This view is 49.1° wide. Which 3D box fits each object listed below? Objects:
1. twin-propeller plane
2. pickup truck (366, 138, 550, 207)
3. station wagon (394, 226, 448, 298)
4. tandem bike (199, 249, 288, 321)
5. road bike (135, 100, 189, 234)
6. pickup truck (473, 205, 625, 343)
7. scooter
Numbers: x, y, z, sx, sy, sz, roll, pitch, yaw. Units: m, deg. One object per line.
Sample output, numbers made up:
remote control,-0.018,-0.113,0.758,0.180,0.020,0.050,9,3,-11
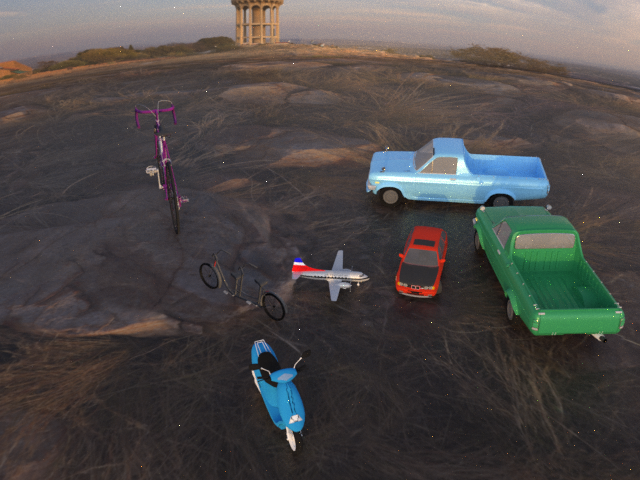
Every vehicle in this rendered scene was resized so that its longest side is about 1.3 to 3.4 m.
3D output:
twin-propeller plane,0.150,0.449,9.820,1.095,0.407,1.370,3,29,5
pickup truck,2.375,-1.200,12.254,3.117,0.993,1.244,4,29,7
station wagon,1.485,0.258,10.104,0.682,0.473,1.597,7,29,13
tandem bike,-1.055,0.567,9.314,1.642,0.682,0.283,21,35,34
road bike,-2.610,-1.298,11.739,0.696,1.656,3.004,-8,30,-15
pickup truck,2.995,0.259,9.556,1.244,0.993,3.117,-1,28,-2
scooter,-0.454,1.501,7.337,0.662,0.919,1.399,-11,30,-19
